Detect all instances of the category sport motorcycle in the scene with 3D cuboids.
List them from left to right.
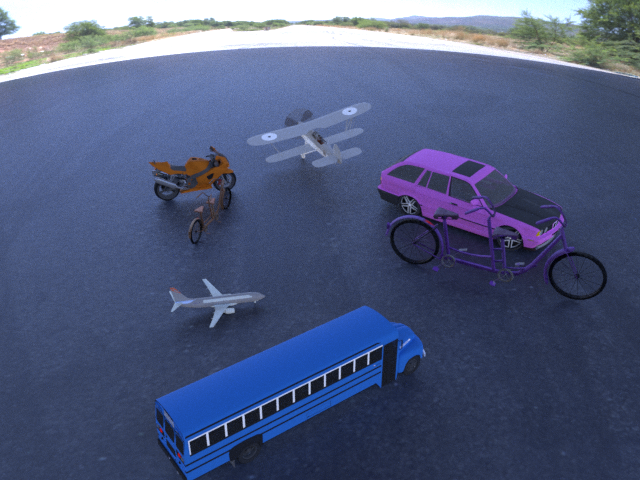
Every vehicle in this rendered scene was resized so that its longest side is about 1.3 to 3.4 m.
[{"bbox_3d":[-2.252,-1.163,12.508,1.520,0.821,0.506,-10,32,-17],"label":"sport motorcycle"}]

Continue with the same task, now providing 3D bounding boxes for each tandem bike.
[{"bbox_3d":[-1.812,-0.538,11.585,0.283,0.682,1.642,9,32,15],"label":"tandem bike"},{"bbox_3d":[2.464,0.022,10.001,3.192,1.326,0.550,13,33,20],"label":"tandem bike"}]

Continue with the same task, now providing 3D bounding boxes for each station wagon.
[{"bbox_3d":[2.517,-0.776,11.753,3.105,0.920,1.327,22,37,32],"label":"station wagon"}]

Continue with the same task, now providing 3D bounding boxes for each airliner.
[{"bbox_3d":[-1.406,0.757,9.637,1.307,0.429,1.161,-7,31,-11],"label":"airliner"}]

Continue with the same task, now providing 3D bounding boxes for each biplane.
[{"bbox_3d":[-0.062,-1.888,13.582,2.598,0.981,2.120,-13,33,-20],"label":"biplane"}]

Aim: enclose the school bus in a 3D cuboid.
[{"bbox_3d":[-0.177,1.564,7.860,3.322,0.844,0.709,-20,36,-31],"label":"school bus"}]
